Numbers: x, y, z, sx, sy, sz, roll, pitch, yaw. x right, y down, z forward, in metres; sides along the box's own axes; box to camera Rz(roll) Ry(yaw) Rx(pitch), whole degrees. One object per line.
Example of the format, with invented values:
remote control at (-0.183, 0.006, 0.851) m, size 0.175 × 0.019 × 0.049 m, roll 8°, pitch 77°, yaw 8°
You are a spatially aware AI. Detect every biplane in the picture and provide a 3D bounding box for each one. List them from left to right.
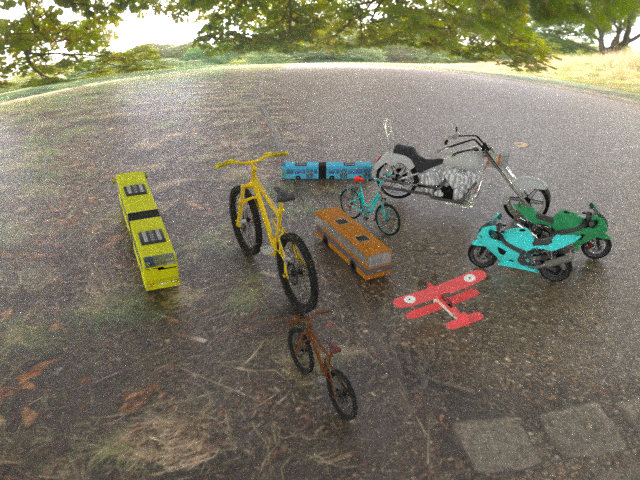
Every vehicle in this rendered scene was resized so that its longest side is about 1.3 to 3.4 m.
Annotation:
biplane at (1.638, 0.835, 9.126) m, size 1.336 × 0.504 × 1.090 m, roll -10°, pitch 30°, yaw -18°

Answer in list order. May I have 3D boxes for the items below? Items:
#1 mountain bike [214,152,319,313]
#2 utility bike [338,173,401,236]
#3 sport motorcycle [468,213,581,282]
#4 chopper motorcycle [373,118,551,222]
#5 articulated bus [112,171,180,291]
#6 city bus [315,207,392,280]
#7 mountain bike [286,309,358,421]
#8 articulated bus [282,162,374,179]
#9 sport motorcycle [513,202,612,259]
mountain bike at (-0.718, -0.197, 9.813) m, size 1.114 × 1.688 × 2.857 m, roll -14°, pitch 31°, yaw -24°
utility bike at (0.837, -0.680, 11.519) m, size 0.535 × 0.946 × 1.435 m, roll -23°, pitch 35°, yaw -36°
sport motorcycle at (2.914, 0.135, 10.112) m, size 1.520 × 0.821 × 0.506 m, roll 11°, pitch 30°, yaw 19°
chopper motorcycle at (2.392, -1.186, 11.905) m, size 3.040 × 1.480 × 0.906 m, roll 11°, pitch 30°, yaw 19°
articulated bus at (-2.789, -0.251, 11.118) m, size 0.605 × 0.561 × 3.401 m, roll -10°, pitch 29°, yaw -18°
city bus at (0.477, 0.045, 10.668) m, size 0.476 × 0.460 × 1.674 m, roll -13°, pitch 31°, yaw -24°
mountain bike at (0.007, 1.342, 7.781) m, size 0.573 × 0.868 × 1.469 m, roll -15°, pitch 32°, yaw -27°
articulated bus at (0.144, -1.337, 13.463) m, size 1.749 × 0.289 × 0.311 m, roll 0°, pitch 28°, yaw 0°
sport motorcycle at (3.666, -0.149, 10.648) m, size 1.520 × 0.821 × 0.506 m, roll 7°, pitch 29°, yaw 13°
